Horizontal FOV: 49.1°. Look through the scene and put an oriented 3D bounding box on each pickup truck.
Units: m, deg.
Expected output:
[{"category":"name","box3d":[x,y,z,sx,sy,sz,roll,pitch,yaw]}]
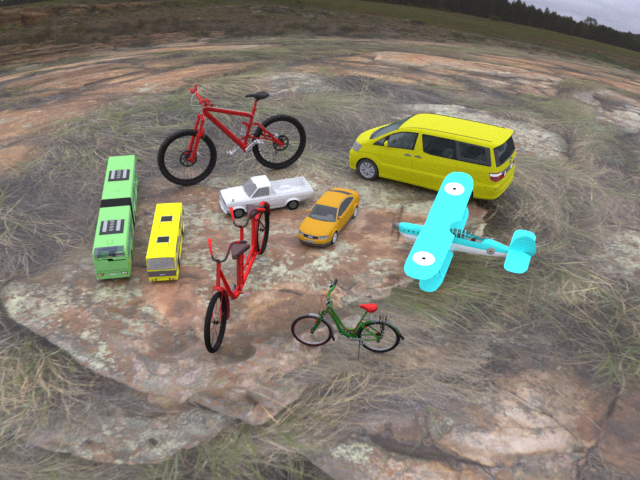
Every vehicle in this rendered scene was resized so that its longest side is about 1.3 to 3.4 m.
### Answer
[{"category":"pickup truck","box3d":[-0.929,-0.818,12.105,1.603,0.511,0.640,-10,33,-16]}]

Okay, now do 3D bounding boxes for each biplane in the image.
[{"category":"biplane","box3d":[2.057,0.028,10.251,2.120,0.981,2.598,12,33,19]}]

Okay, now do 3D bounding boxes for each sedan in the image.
[{"category":"sedan","box3d":[0.155,-0.439,11.505,0.635,0.483,1.613,12,33,20]}]

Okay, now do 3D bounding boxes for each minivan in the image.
[{"category":"minivan","box3d":[1.996,-1.618,12.765,3.011,1.197,1.324,17,35,26]}]

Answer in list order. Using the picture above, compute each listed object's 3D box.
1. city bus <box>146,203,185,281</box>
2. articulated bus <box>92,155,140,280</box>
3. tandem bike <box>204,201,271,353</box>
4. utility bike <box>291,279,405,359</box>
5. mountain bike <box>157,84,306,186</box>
[{"category":"city bus","box3d":[-2.357,0.023,10.763,0.476,0.460,1.674,-3,31,-5]},{"category":"articulated bus","box3d":[-3.307,-0.482,11.500,0.605,0.561,3.401,-5,32,-9]},{"category":"tandem bike","box3d":[-1.090,0.189,9.651,0.550,1.326,3.192,5,32,9]},{"category":"utility bike","box3d":[0.334,1.031,8.627,1.435,0.946,0.535,4,31,7]},{"category":"mountain bike","box3d":[-1.584,-1.928,12.803,2.857,1.688,1.114,-13,33,-20]}]
